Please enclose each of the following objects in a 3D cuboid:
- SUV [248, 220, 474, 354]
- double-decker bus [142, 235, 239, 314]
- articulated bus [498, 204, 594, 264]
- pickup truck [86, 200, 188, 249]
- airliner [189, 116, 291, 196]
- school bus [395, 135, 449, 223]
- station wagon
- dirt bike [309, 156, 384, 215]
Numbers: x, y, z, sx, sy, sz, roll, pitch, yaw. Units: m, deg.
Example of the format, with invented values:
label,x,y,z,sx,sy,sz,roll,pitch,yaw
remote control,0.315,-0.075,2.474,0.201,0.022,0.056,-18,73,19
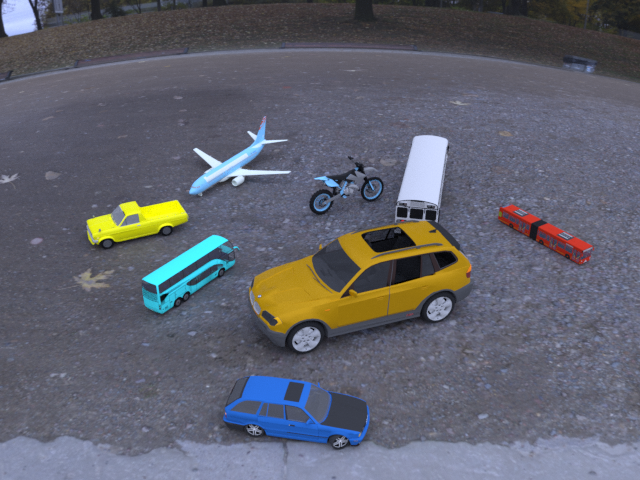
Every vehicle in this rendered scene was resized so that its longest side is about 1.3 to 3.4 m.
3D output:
label,x,y,z,sx,sy,sz,roll,pitch,yaw
SUV,0.556,0.514,9.398,3.058,1.128,1.276,-10,32,-17
double-decker bus,-1.844,0.449,10.092,0.389,0.541,1.672,19,35,29
articulated bus,3.612,-0.119,11.318,0.311,0.289,1.749,-18,35,-28
pickup truck,-2.995,-0.332,11.464,1.603,0.511,0.640,-14,33,-23
airliner,-1.686,-1.587,13.295,2.257,0.835,2.541,16,34,25
school bus,1.841,-1.047,12.359,0.709,0.844,3.322,6,31,10
station wagon,-0.246,1.856,7.744,1.597,0.473,0.682,6,31,9
dirt bike,0.477,-0.951,12.181,1.493,0.857,0.527,-15,33,-24
